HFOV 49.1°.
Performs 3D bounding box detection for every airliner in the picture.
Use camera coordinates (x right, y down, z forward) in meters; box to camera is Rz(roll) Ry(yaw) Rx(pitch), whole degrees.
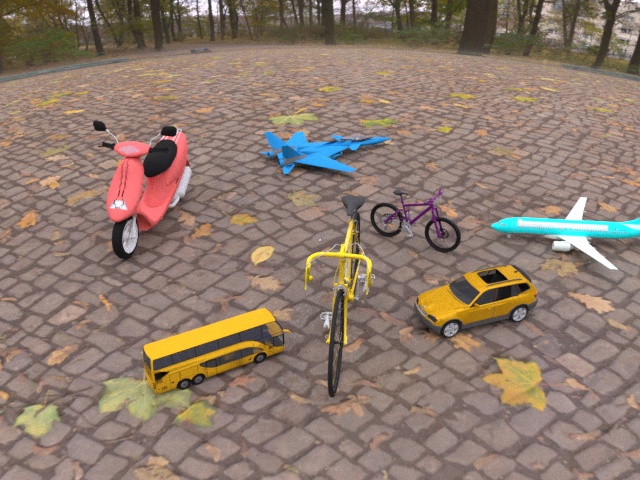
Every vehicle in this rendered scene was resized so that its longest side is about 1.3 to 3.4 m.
[{"bbox_3d":[3.873,-0.330,10.429,2.541,0.835,2.257,4,30,7],"label":"airliner"}]

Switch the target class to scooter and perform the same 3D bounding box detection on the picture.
[{"bbox_3d":[-2.606,-1.039,10.721,1.288,1.786,2.721,6,30,10],"label":"scooter"}]

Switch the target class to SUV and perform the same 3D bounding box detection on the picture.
[{"bbox_3d":[1.971,0.722,8.815,1.572,0.580,0.656,-10,31,-17],"label":"SUV"}]

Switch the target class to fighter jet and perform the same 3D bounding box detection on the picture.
[{"bbox_3d":[0.263,-1.894,13.501,2.640,0.557,2.229,-14,32,-24],"label":"fighter jet"}]

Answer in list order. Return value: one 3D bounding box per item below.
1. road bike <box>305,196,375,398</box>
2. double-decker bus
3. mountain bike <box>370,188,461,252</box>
[{"bbox_3d":[0.313,0.443,8.214,0.696,1.656,3.004,4,30,7],"label":"road bike"},{"bbox_3d":[-1.152,1.230,7.949,1.672,0.541,0.389,-16,33,-26],"label":"double-decker bus"},{"bbox_3d":[1.406,-0.326,10.389,1.469,0.868,0.573,17,33,27],"label":"mountain bike"}]
